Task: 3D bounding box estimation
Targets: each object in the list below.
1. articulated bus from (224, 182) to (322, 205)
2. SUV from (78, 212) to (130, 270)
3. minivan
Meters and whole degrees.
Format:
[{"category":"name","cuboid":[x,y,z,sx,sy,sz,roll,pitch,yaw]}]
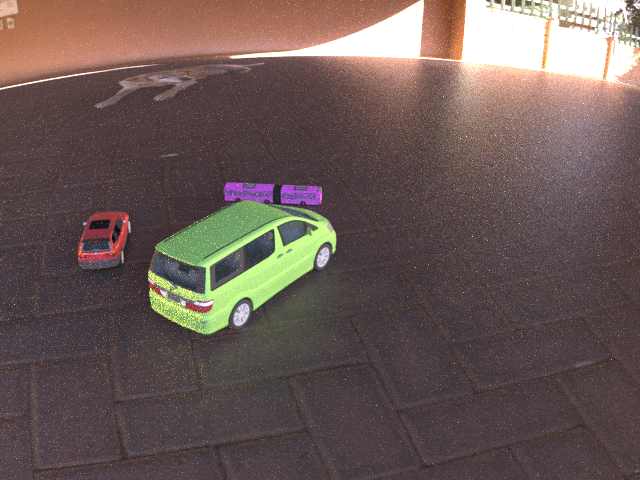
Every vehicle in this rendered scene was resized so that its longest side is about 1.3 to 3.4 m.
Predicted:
[{"category":"articulated bus","cuboid":[-0.849,-0.828,12.507,1.749,0.289,0.311,3,30,5]},{"category":"SUV","cuboid":[-3.360,-0.088,10.901,0.656,0.580,1.572,-4,30,-6]},{"category":"minivan","cuboid":[-0.976,0.146,9.862,1.324,1.197,3.011,20,35,31]}]
